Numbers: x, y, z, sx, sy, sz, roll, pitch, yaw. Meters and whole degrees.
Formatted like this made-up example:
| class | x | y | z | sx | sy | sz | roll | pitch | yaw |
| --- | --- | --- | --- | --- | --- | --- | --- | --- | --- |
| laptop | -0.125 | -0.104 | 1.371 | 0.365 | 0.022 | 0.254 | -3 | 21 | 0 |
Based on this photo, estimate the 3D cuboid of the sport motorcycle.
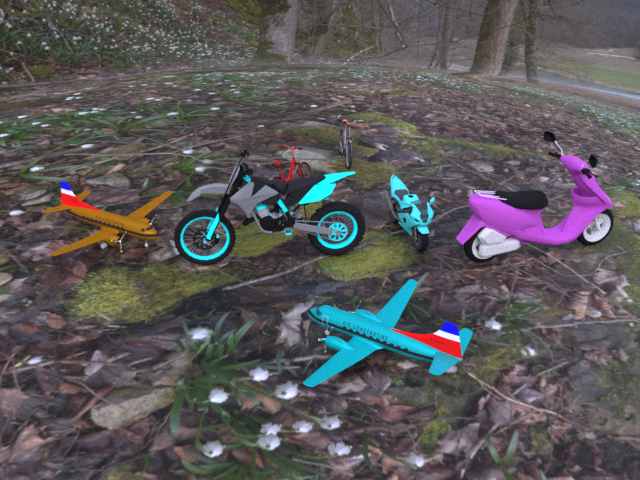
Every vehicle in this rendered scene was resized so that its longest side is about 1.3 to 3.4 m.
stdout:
| class | x | y | z | sx | sy | sz | roll | pitch | yaw |
| --- | --- | --- | --- | --- | --- | --- | --- | --- | --- |
| sport motorcycle | 1.442 | -0.446 | 11.365 | 0.506 | 0.821 | 1.520 | -7 | 28 | -14 |

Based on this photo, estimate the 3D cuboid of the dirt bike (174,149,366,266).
| class | x | y | z | sx | sy | sz | roll | pitch | yaw |
| --- | --- | --- | --- | --- | --- | --- | --- | --- | --- |
| dirt bike | -0.731 | -0.425 | 10.410 | 2.903 | 1.666 | 1.024 | -4 | 28 | -8 |

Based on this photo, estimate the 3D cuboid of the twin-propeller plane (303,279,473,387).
| class | x | y | z | sx | sy | sz | roll | pitch | yaw |
| --- | --- | --- | --- | --- | --- | --- | --- | --- | --- |
| twin-propeller plane | 0.732 | 1.064 | 8.497 | 2.129 | 0.792 | 2.663 | 17 | 32 | 29 |

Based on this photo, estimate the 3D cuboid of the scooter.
| class | x | y | z | sx | sy | sz | roll | pitch | yaw |
| --- | --- | --- | --- | --- | --- | --- | --- | --- | --- |
| scooter | 3.371 | -0.581 | 10.579 | 2.721 | 1.786 | 1.288 | -8 | 29 | -15 |

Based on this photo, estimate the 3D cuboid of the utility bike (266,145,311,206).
| class | x | y | z | sx | sy | sz | roll | pitch | yaw |
| --- | --- | --- | --- | --- | --- | --- | --- | --- | --- |
| utility bike | -0.625 | -1.223 | 12.723 | 0.535 | 0.946 | 1.435 | 17 | 32 | 29 |

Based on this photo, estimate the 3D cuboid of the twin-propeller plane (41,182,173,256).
| class | x | y | z | sx | sy | sz | roll | pitch | yaw |
| --- | --- | --- | --- | --- | --- | --- | --- | --- | --- |
| twin-propeller plane | -3.432 | -0.409 | 11.325 | 2.129 | 0.792 | 2.663 | 15 | 31 | 26 |

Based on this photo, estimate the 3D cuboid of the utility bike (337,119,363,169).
| class | x | y | z | sx | sy | sz | roll | pitch | yaw |
| --- | --- | --- | --- | --- | --- | --- | --- | --- | --- |
| utility bike | 0.580 | -2.088 | 14.382 | 0.535 | 0.946 | 1.435 | -4 | 28 | -7 |
